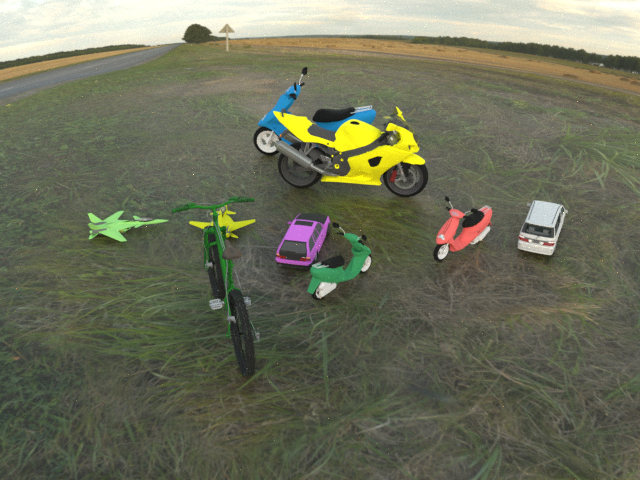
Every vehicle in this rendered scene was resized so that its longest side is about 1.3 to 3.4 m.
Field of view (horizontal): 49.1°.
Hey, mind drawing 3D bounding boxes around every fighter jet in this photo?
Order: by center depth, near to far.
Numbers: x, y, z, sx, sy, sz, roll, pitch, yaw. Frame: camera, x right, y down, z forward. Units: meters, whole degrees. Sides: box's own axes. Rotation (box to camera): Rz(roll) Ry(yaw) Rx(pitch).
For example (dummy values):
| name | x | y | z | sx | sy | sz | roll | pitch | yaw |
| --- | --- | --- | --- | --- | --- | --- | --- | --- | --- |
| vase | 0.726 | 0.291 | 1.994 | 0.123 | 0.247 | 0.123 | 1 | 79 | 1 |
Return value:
| name | x | y | z | sx | sy | sz | roll | pitch | yaw |
| --- | --- | --- | --- | --- | --- | --- | --- | --- | --- |
| fighter jet | -3.322 | -0.326 | 12.136 | 1.358 | 0.286 | 1.147 | -8 | 30 | -14 |
| fighter jet | -1.716 | -0.438 | 12.334 | 1.147 | 0.286 | 1.358 | -2 | 29 | -3 |

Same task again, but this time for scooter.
| name | x | y | z | sx | sy | sz | roll | pitch | yaw |
| --- | --- | --- | --- | --- | --- | --- | --- | --- | --- |
| scooter | 0.326 | 0.296 | 10.390 | 0.662 | 0.919 | 1.399 | 25 | 38 | 36 |
| scooter | 2.344 | -0.240 | 11.340 | 1.399 | 0.919 | 0.662 | -22 | 36 | -34 |
| scooter | -0.079 | -2.534 | 14.521 | 2.721 | 1.786 | 1.288 | 4 | 30 | 7 |

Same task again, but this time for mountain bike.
| name | x | y | z | sx | sy | sz | roll | pitch | yaw |
| --- | --- | --- | --- | --- | --- | --- | --- | --- | --- |
| mountain bike | -1.252 | 0.481 | 9.280 | 1.114 | 1.688 | 2.857 | -9 | 31 | -16 |

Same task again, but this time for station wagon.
| name | x | y | z | sx | sy | sz | roll | pitch | yaw |
| --- | --- | --- | --- | --- | --- | --- | --- | --- | --- |
| station wagon | -0.253 | -0.088 | 11.523 | 0.682 | 0.473 | 1.597 | 6 | 30 | 11 |

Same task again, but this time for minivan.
| name | x | y | z | sx | sy | sz | roll | pitch | yaw |
| --- | --- | --- | --- | --- | --- | --- | --- | --- | --- |
| minivan | 3.756 | -0.308 | 11.769 | 0.681 | 0.616 | 1.548 | 12 | 32 | 21 |

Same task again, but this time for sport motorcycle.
| name | x | y | z | sx | sy | sz | roll | pitch | yaw |
| --- | --- | --- | --- | --- | --- | --- | --- | --- | --- |
| sport motorcycle | 0.574 | -1.635 | 13.122 | 2.955 | 1.596 | 0.983 | 6 | 30 | 11 |
